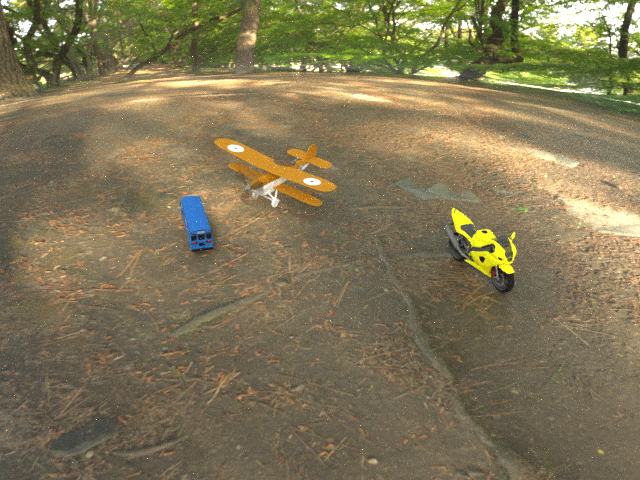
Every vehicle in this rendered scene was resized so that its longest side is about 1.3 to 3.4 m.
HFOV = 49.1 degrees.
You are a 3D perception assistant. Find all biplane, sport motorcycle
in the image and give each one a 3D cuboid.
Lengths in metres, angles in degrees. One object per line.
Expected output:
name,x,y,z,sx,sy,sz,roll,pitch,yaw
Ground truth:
biplane,-0.650,-1.224,12.823,2.598,0.981,2.120,17,31,31
sport motorcycle,2.364,0.140,10.280,0.506,0.821,1.520,-12,29,-22

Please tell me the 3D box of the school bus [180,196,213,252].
school bus,-2.072,-0.318,11.625,0.365,0.434,1.708,-7,28,-14
